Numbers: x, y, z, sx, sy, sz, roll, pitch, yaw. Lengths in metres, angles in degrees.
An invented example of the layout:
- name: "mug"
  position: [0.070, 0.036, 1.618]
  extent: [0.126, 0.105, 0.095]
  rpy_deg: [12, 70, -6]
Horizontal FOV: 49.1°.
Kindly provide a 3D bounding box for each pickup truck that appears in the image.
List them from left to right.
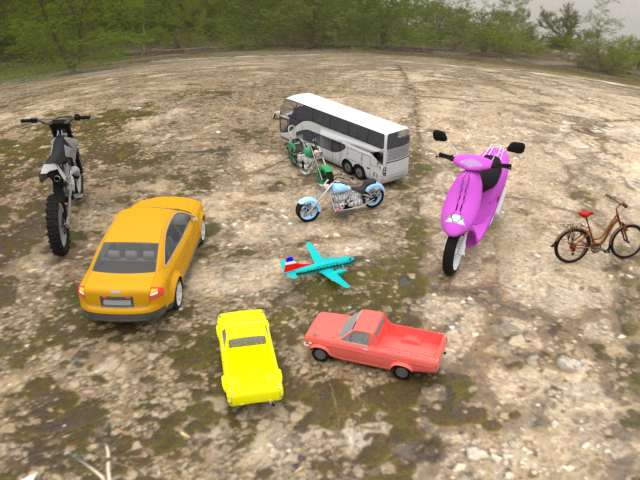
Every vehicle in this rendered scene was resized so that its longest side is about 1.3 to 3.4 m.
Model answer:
- name: "pickup truck"
  position: [-0.807, 1.244, 7.803]
  extent: [0.640, 0.511, 1.603]
  rpy_deg: [-5, 28, -10]
- name: "pickup truck"
  position: [0.629, 1.134, 8.011]
  extent: [1.603, 0.511, 0.640]
  rpy_deg: [9, 29, 17]

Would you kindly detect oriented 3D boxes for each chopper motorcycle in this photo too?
- name: "chopper motorcycle"
  position: [-0.197, -1.528, 12.764]
  extent: [0.466, 0.761, 1.563]
  rpy_deg: [-15, 31, -26]
- name: "chopper motorcycle"
  position: [0.345, -0.761, 11.316]
  extent: [1.563, 0.761, 0.466]
  rpy_deg: [-11, 30, -21]

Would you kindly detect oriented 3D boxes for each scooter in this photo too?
- name: "scooter"
  position: [2.295, -0.762, 10.224]
  extent: [1.288, 1.786, 2.721]
  rpy_deg: [13, 31, 23]

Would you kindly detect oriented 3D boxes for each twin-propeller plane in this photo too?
- name: "twin-propeller plane"
  position: [0.008, 0.320, 9.655]
  extent: [1.095, 0.407, 1.370]
  rpy_deg: [-12, 30, -21]

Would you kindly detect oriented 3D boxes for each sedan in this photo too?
- name: "sedan"
  position: [-2.350, 0.034, 9.626]
  extent: [1.235, 0.940, 3.137]
  rpy_deg: [1, 28, 2]

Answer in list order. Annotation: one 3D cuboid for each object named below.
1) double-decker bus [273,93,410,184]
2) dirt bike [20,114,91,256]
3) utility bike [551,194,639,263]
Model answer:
- name: "double-decker bus"
  position: [0.355, -2.005, 13.352]
  extent: [0.756, 1.052, 3.251]
  rpy_deg: [-21, 34, -34]
- name: "dirt bike"
  position: [-3.988, -1.013, 10.826]
  extent: [1.024, 1.666, 2.903]
  rpy_deg: [-5, 28, -9]
- name: "utility bike"
  position: [3.973, -0.154, 9.975]
  extent: [1.435, 0.946, 0.535]
  rpy_deg: [-4, 28, -8]
